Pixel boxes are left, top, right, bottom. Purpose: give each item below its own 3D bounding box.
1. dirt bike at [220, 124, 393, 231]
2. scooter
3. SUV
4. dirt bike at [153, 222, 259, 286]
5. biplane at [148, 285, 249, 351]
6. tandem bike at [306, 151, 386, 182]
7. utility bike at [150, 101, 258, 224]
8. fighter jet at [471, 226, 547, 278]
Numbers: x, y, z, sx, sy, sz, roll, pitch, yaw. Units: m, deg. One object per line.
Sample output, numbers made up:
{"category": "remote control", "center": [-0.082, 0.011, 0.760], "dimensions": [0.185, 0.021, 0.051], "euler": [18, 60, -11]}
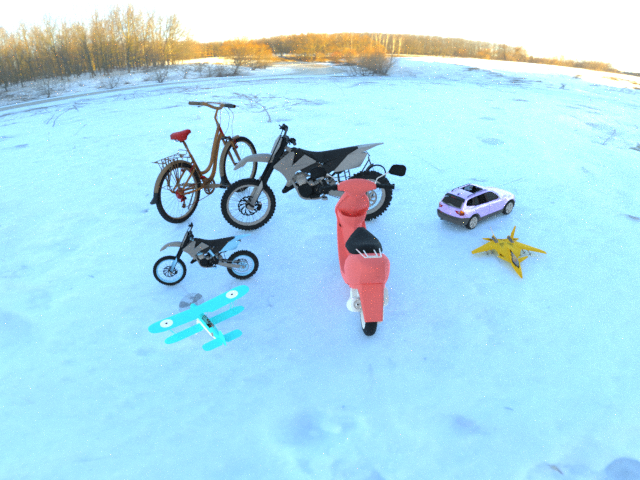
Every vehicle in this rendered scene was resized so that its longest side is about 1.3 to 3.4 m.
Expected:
{"category": "dirt bike", "center": [-0.191, -0.989, 11.443], "dimensions": [2.903, 1.666, 1.024], "euler": [-5, 26, -11]}
{"category": "scooter", "center": [0.532, -0.039, 9.347], "dimensions": [1.288, 1.786, 2.721], "euler": [-2, 26, -4]}
{"category": "SUV", "center": [2.705, -0.667, 12.024], "dimensions": [1.572, 0.580, 0.656], "euler": [-20, 32, -35]}
{"category": "dirt bike", "center": [-1.613, 0.225, 9.868], "dimensions": [1.493, 0.857, 0.527], "euler": [-5, 26, -10]}
{"category": "biplane", "center": [-1.399, 1.037, 8.598], "dimensions": [1.336, 0.504, 1.090], "euler": [-15, 30, -28]}
{"category": "tandem bike", "center": [0.469, -1.339, 13.293], "dimensions": [1.642, 0.682, 0.283], "euler": [-5, 26, -10]}
{"category": "utility bike", "center": [-2.053, -1.457, 12.211], "dimensions": [1.039, 1.839, 2.791], "euler": [16, 30, 29]}
{"category": "fighter jet", "center": [2.901, 0.178, 10.617], "dimensions": [1.147, 0.286, 1.358], "euler": [0, 26, 0]}
